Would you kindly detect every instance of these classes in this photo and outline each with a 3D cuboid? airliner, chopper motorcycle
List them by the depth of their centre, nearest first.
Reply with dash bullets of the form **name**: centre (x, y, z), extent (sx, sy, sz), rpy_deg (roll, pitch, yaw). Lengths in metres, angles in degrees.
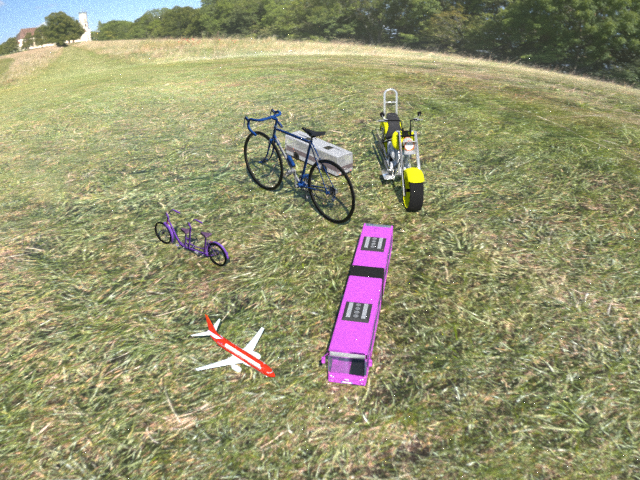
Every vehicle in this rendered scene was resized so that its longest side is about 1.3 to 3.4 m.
- **airliner**: centre (-1.043, 1.363, 8.943), extent (1.307, 0.429, 1.161), rpy_deg (24, 37, 35)
- **chopper motorcycle**: centre (1.560, -1.777, 13.444), extent (0.906, 1.480, 3.040), rpy_deg (-3, 30, -5)

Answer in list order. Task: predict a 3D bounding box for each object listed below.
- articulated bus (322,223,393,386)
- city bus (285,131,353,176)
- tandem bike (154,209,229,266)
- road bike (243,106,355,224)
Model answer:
- **articulated bus**: centre (0.626, 0.762, 9.874), extent (0.605, 0.561, 3.401), rpy_deg (5, 30, 9)
- **city bus**: centre (-0.044, -1.787, 14.499), extent (0.476, 0.460, 1.674), rpy_deg (-23, 37, -35)
- **tandem bike**: centre (-2.093, -0.060, 11.211), extent (1.642, 0.682, 0.283), rpy_deg (19, 35, 30)
- **road bike**: centre (-0.444, -1.379, 12.557), extent (0.696, 1.656, 3.004), rpy_deg (-25, 38, -37)
